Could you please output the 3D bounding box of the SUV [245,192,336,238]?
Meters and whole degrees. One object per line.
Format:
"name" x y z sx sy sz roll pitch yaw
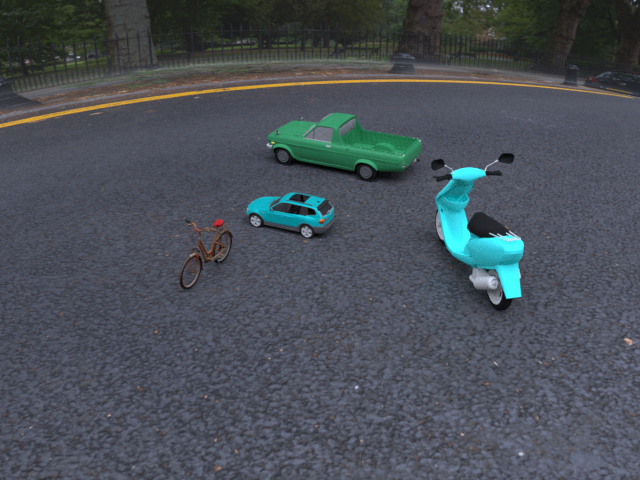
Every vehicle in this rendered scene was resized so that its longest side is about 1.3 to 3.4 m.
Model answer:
"SUV" -0.508 -0.500 11.931 1.572 0.580 0.656 12 31 22

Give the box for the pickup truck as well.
"pickup truck" 0.470 -1.995 14.286 3.117 0.993 1.244 13 31 23

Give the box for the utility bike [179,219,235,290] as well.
"utility bike" -1.634 0.106 10.412 0.535 0.946 1.435 13 31 22

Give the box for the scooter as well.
"scooter" 2.276 -0.274 10.232 1.288 1.786 2.721 -6 29 -11
